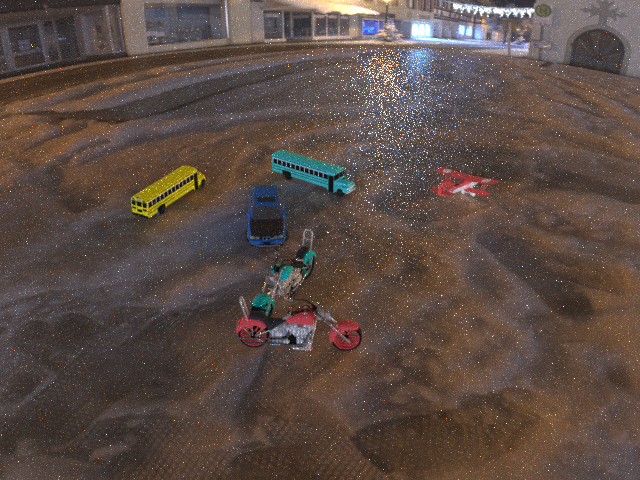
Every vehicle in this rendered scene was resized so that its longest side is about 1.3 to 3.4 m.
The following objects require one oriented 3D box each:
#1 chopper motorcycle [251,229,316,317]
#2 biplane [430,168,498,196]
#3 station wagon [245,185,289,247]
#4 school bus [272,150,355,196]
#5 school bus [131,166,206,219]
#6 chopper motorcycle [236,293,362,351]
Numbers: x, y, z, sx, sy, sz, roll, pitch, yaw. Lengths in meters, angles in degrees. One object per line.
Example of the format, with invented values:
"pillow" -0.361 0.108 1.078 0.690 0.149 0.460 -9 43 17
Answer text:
"chopper motorcycle" -0.487 0.488 9.559 0.466 0.761 1.563 15 33 24
"biplane" 2.433 -0.956 12.288 1.090 0.504 1.336 -22 37 -32
"station wagon" -0.873 -0.440 11.434 0.682 0.473 1.597 -2 30 -3
"school bus" -0.121 -1.240 12.843 1.708 0.434 0.365 20 36 30
"school bus" -2.605 -0.886 12.237 0.365 0.434 1.708 14 33 23
"chopper motorcycle" -0.261 1.029 8.633 1.563 0.761 0.466 0 30 1
